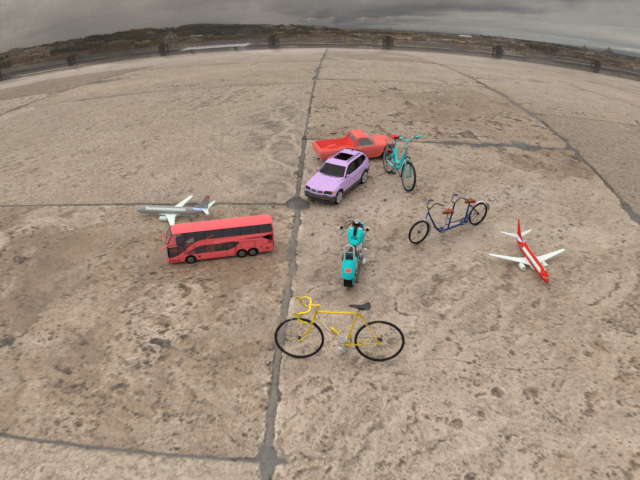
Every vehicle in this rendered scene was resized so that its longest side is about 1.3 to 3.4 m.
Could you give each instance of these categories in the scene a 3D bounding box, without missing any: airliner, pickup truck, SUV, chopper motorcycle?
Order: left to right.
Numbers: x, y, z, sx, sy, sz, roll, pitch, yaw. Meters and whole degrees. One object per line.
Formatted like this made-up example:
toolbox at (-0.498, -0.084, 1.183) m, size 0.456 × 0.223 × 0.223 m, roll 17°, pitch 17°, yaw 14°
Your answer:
airliner at (-2.419, -0.572, 11.555) m, size 1.307 × 0.429 × 1.161 m, roll 3°, pitch 30°, yaw 5°
SUV at (0.323, -1.169, 12.455) m, size 0.656 × 0.580 × 1.572 m, roll 16°, pitch 33°, yaw 26°
pickup truck at (0.673, -1.859, 13.743) m, size 1.603 × 0.511 × 0.640 m, roll -8°, pitch 31°, yaw -14°
chopper motorcycle at (0.504, 0.055, 10.113) m, size 0.466 × 0.761 × 1.563 m, roll 5°, pitch 30°, yaw 8°
airliner at (3.102, 0.166, 10.254) m, size 1.161 × 0.429 × 1.307 m, roll -3°, pitch 30°, yaw -6°

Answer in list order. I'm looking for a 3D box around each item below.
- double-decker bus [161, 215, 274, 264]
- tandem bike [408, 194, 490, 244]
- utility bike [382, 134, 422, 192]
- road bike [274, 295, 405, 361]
double-decker bus at (-1.521, -0.011, 10.452) m, size 1.672 × 0.541 × 0.389 m, roll -7°, pitch 30°, yaw -12°
tandem bike at (2.056, -0.397, 10.990) m, size 1.642 × 0.682 × 0.283 m, roll -17°, pitch 34°, yaw -27°
utility bike at (1.479, -1.517, 12.698) m, size 0.535 × 0.946 × 1.435 m, roll -10°, pitch 31°, yaw -16°
road bike at (0.227, 1.071, 8.228) m, size 1.545 × 0.852 × 0.358 m, roll 2°, pitch 30°, yaw 3°
